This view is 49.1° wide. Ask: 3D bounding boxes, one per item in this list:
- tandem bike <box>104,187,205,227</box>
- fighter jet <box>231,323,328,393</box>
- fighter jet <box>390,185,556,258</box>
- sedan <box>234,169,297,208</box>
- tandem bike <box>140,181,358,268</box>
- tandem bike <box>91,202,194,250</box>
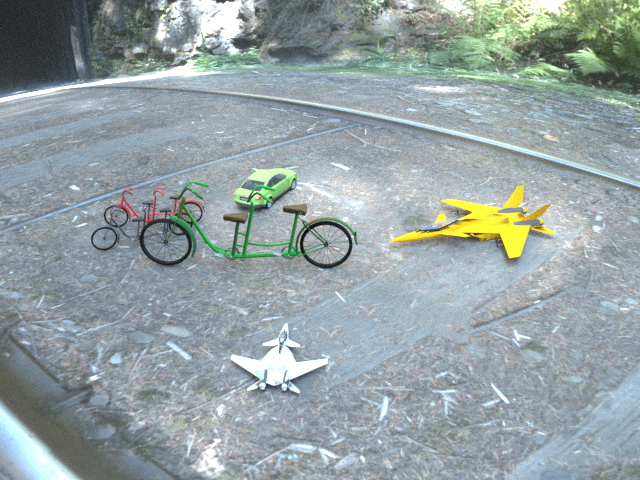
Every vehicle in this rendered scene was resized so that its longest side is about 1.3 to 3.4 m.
[{"bbox_3d":[-2.730,-0.546,11.505,1.642,0.682,0.283,-3,27,-6],"label":"tandem bike"},{"bbox_3d":[-0.473,1.295,8.332,1.147,0.286,1.358,2,27,4],"label":"fighter jet"},{"bbox_3d":[2.342,-0.317,11.194,2.640,0.557,2.229,-9,28,-16],"label":"fighter jet"},{"bbox_3d":[-0.954,-1.017,12.645,0.635,0.483,1.613,12,29,22],"label":"sedan"},{"bbox_3d":[-1.047,-0.188,10.095,3.192,1.326,0.550,1,27,1],"label":"tandem bike"},{"bbox_3d":[-2.761,-0.267,10.957,1.642,0.682,0.283,-13,30,-23],"label":"tandem bike"}]
